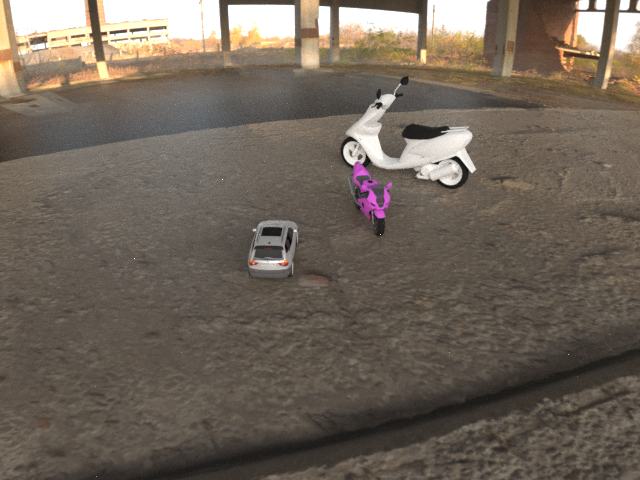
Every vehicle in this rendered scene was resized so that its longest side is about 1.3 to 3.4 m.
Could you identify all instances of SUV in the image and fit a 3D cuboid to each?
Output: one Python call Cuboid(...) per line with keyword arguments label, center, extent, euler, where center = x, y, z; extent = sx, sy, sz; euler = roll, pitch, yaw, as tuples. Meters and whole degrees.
Cuboid(label="SUV", center=(-0.676, 0.041, 10.266), extent=(0.656, 0.580, 1.572), euler=(1, 27, 2))

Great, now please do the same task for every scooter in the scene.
Cuboid(label="scooter", center=(1.584, -1.962, 12.882), extent=(2.721, 1.786, 1.288), euler=(15, 31, 27))

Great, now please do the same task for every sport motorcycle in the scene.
Cuboid(label="sport motorcycle", center=(0.799, -0.685, 11.431), extent=(0.506, 0.821, 1.520), euler=(-6, 27, -11))
